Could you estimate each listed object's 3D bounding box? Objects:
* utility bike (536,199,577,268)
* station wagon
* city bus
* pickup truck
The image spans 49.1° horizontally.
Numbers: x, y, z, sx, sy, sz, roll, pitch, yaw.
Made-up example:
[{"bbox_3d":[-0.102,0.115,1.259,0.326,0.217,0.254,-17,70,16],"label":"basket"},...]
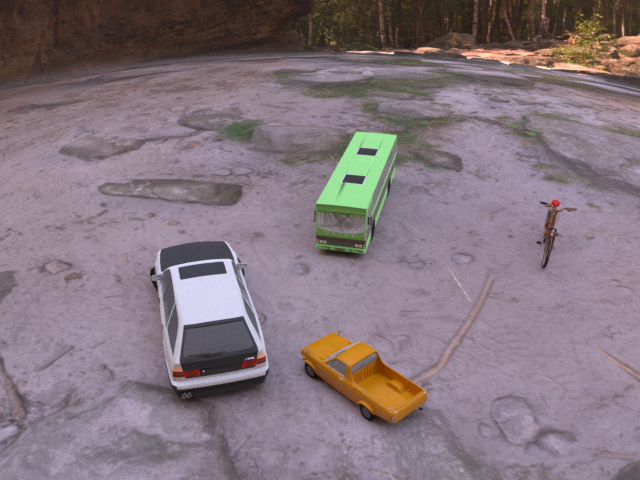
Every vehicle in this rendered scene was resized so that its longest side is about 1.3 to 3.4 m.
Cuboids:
[{"bbox_3d":[3.618,-0.211,10.833,0.535,0.946,1.435,8,30,15],"label":"utility bike"},{"bbox_3d":[-1.507,0.741,9.145,1.327,0.920,3.105,-7,30,-13],"label":"station wagon"},{"bbox_3d":[0.691,-0.878,12.087,0.926,0.894,3.255,7,30,12],"label":"city bus"},{"bbox_3d":[0.473,1.541,8.126,0.640,0.511,1.603,-23,37,-36],"label":"pickup truck"}]
